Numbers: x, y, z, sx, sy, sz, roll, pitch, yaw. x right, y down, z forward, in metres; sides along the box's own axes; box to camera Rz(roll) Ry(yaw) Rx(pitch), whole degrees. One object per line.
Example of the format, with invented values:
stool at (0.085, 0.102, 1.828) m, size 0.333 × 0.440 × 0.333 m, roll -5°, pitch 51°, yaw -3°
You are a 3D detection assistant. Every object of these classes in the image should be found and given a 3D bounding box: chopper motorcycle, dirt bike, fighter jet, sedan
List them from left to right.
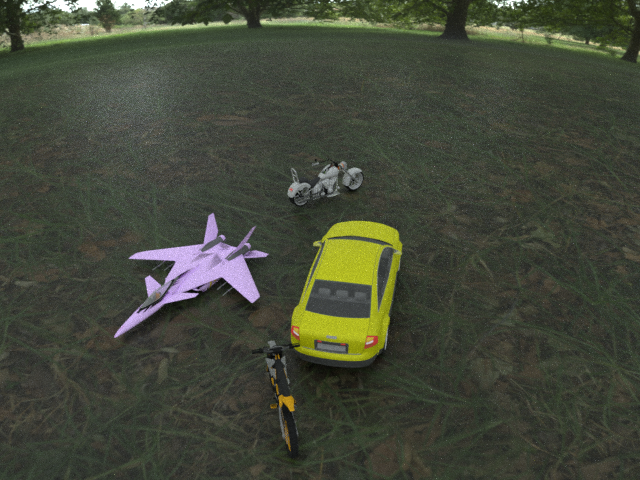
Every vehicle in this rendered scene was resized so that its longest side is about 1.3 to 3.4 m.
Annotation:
fighter jet at (-1.925, 0.492, 9.705) m, size 2.229 × 0.557 × 2.640 m, roll 17°, pitch 35°, yaw 25°
dirt bike at (-0.432, 1.594, 7.574) m, size 0.527 × 0.857 × 1.493 m, roll -7°, pitch 32°, yaw -12°
chopper motorcycle at (0.120, -1.063, 12.100) m, size 1.563 × 0.761 × 0.466 m, roll -20°, pitch 36°, yaw -30°
sedan at (0.427, 0.480, 9.353) m, size 1.235 × 0.940 × 3.137 m, roll 6°, pitch 31°, yaw 10°
